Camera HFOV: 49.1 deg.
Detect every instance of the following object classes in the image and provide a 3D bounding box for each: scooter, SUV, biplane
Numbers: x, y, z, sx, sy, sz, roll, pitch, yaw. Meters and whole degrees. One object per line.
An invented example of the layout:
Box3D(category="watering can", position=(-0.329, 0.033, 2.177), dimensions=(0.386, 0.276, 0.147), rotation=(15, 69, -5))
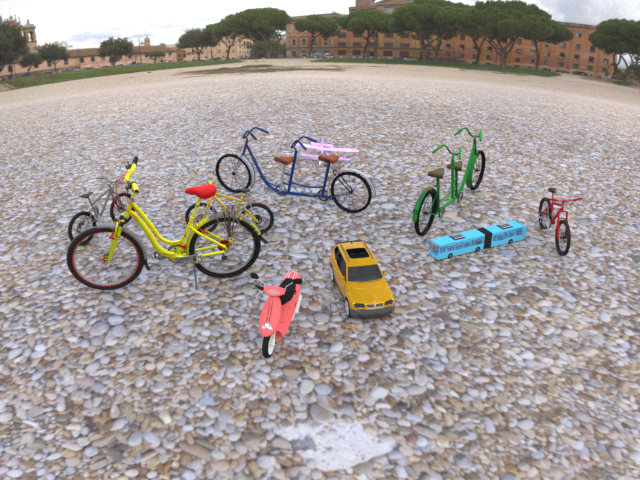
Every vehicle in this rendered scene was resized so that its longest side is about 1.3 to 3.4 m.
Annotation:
Box3D(category="scooter", position=(-0.493, 0.775, 8.794), dimensions=(0.662, 0.919, 1.399), rotation=(6, 27, 13))
Box3D(category="SUV", position=(0.560, 0.509, 9.730), dimensions=(0.656, 0.580, 1.572), rotation=(-5, 26, -10))
Box3D(category="biplane", position=(0.128, -1.854, 14.685), dimensions=(1.336, 0.504, 1.090), rotation=(-3, 26, -7))

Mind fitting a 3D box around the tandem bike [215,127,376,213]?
Box3D(category="tandem bike", position=(-0.506, -1.274, 12.551), dimensions=(3.192, 1.326, 0.550), rotation=(11, 28, 21))

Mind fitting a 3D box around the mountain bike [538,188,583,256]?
Box3D(category="mountain bike", position=(3.763, -0.373, 11.217), dimensions=(0.573, 0.868, 1.469), rotation=(0, 26, 0))

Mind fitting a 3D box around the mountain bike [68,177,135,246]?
Box3D(category="mountain bike", position=(-3.572, -0.496, 11.472), dimensions=(0.573, 0.868, 1.469), rotation=(14, 29, 26))

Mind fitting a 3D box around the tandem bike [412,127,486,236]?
Box3D(category="tandem bike", position=(2.328, -1.111, 12.214), dimensions=(0.550, 1.326, 3.192), rotation=(15, 30, 28))

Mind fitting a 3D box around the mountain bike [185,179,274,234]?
Box3D(category="mountain bike", position=(-1.490, -0.494, 11.466), dimensions=(1.469, 0.868, 0.573), rotation=(0, 26, 1))

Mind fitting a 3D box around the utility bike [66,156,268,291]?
Box3D(category="utility bike", position=(-2.089, -0.136, 9.618), dimensions=(2.791, 1.839, 1.039), rotation=(-6, 26, -12))

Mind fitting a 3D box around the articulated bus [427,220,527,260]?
Box3D(category="articulated bus", position=(2.513, -0.008, 11.129), dimensions=(1.749, 0.289, 0.311), rotation=(-12, 28, -23))
